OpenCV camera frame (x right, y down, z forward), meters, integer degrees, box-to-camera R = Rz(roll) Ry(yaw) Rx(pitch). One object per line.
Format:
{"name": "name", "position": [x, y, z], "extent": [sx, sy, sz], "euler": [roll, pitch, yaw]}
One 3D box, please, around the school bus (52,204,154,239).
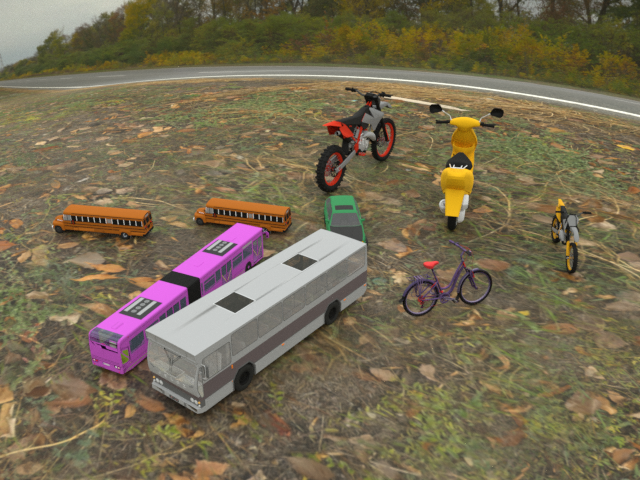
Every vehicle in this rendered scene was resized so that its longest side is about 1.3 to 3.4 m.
{"name": "school bus", "position": [-3.664, -0.318, 11.713], "extent": [1.708, 0.434, 0.365], "euler": [5, 27, 10]}

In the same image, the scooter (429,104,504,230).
{"name": "scooter", "position": [2.481, -1.400, 12.353], "extent": [1.288, 1.786, 2.721], "euler": [7, 28, 13]}

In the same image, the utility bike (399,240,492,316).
{"name": "utility bike", "position": [1.707, 0.517, 9.500], "extent": [1.435, 0.946, 0.535], "euler": [-9, 28, -18]}

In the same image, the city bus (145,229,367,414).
{"name": "city bus", "position": [-0.638, 0.909, 8.785], "extent": [0.926, 0.894, 3.255], "euler": [19, 32, 33]}

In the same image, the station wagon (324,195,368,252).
{"name": "station wagon", "position": [0.400, -0.316, 11.667], "extent": [0.682, 0.473, 1.597], "euler": [-1, 27, -3]}

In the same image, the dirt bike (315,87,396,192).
{"name": "dirt bike", "position": [0.766, -2.062, 13.793], "extent": [1.024, 1.666, 2.903], "euler": [17, 31, 30]}

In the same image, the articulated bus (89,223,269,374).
{"name": "articulated bus", "position": [-1.798, 0.669, 9.626], "extent": [0.605, 0.561, 3.401], "euler": [12, 29, 23]}

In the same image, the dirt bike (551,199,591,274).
{"name": "dirt bike", "position": [3.828, -0.127, 10.869], "extent": [0.527, 0.857, 1.493], "euler": [2, 27, 4]}

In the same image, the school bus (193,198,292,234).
{"name": "school bus", "position": [-1.341, -0.421, 11.917], "extent": [1.708, 0.434, 0.365], "euler": [8, 28, 15]}
